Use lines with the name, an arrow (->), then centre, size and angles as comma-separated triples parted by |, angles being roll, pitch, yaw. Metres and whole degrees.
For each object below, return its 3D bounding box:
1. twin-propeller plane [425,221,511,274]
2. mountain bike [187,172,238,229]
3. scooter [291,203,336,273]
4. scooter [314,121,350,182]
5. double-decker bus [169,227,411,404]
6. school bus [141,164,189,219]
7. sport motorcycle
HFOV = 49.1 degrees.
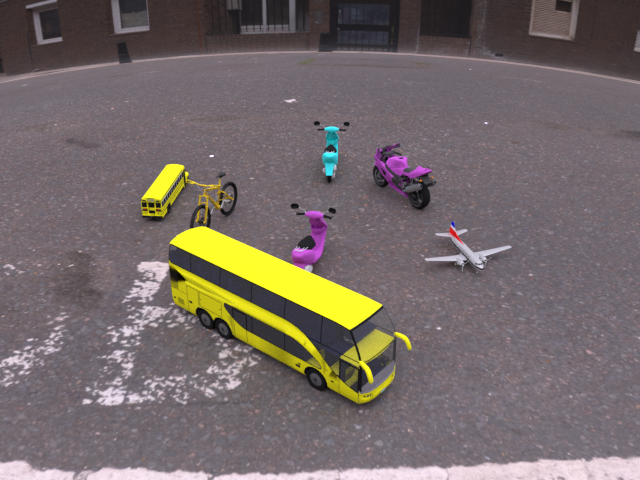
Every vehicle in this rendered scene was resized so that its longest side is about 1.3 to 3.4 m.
twin-propeller plane -> 2.122, 0.117, 10.191 | 1.370, 0.407, 1.095 | -8, 30, -14
mountain bike -> -1.669, -0.610, 11.032 | 0.573, 0.868, 1.469 | 11, 31, 18
scooter -> -0.135, 0.000, 9.873 | 0.662, 0.919, 1.399 | 7, 30, 13
scooter -> 0.206, -1.696, 12.949 | 0.662, 0.919, 1.399 | 2, 29, 3
double-decker bus -> -0.497, 0.824, 8.240 | 3.251, 1.052, 0.756 | 22, 36, 34
school bus -> -2.616, -0.877, 11.967 | 0.365, 0.434, 1.708 | 3, 29, 5
sport motorcycle -> 1.388, -1.110, 11.988 | 0.506, 0.821, 1.520 | -17, 33, -28
